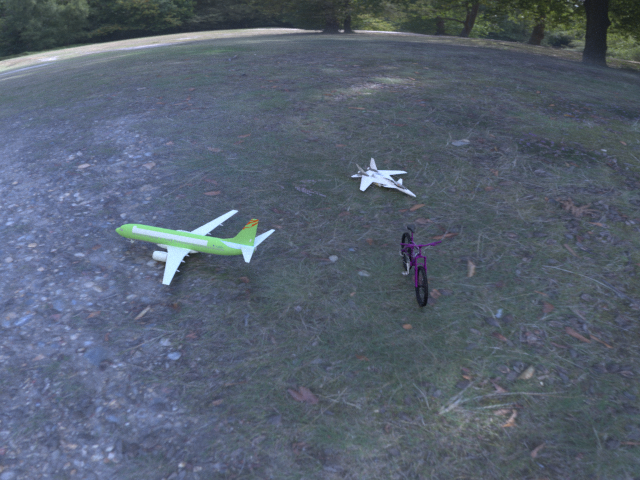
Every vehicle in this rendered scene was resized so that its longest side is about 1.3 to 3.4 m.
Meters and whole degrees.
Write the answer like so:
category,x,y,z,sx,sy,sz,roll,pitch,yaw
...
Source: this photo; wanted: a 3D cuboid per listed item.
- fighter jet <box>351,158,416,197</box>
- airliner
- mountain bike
category,x,y,z,sx,sy,sz,roll,pitch,yaw
fighter jet,1.245,-1.103,12.721,1.147,0.286,1.358,-24,39,-34
airliner,-2.037,-0.143,10.604,2.541,0.835,2.257,10,33,17
mountain bike,1.334,0.268,9.891,0.573,0.868,1.469,-3,31,-5
